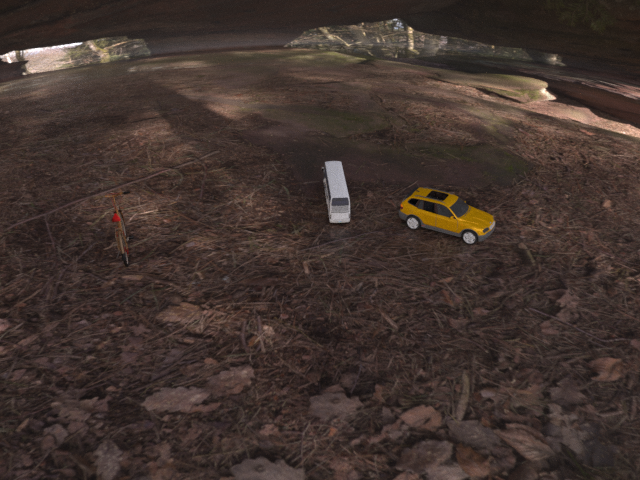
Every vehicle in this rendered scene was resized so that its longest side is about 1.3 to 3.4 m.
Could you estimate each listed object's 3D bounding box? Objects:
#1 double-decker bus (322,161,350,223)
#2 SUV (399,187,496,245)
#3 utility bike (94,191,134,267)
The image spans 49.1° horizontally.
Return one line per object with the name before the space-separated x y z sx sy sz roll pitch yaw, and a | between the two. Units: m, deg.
double-decker bus | 0.277 -0.873 12.197 0.389 0.541 1.672 -2 30 -3
SUV | 2.067 -0.436 11.404 1.572 0.580 0.656 16 34 26
utility bike | -3.091 -0.215 10.660 0.535 0.946 1.435 -8 31 -13
